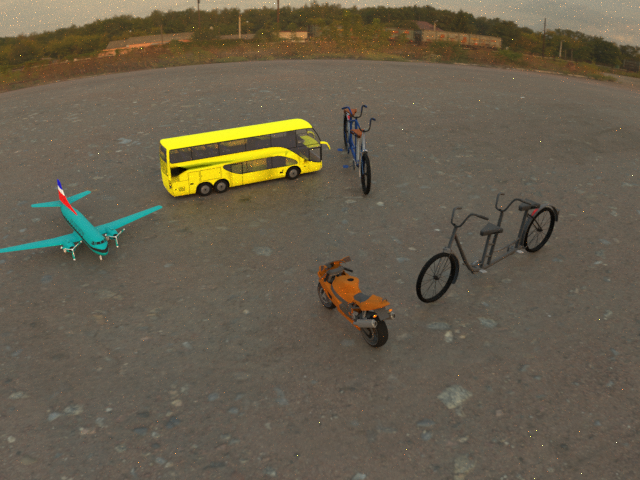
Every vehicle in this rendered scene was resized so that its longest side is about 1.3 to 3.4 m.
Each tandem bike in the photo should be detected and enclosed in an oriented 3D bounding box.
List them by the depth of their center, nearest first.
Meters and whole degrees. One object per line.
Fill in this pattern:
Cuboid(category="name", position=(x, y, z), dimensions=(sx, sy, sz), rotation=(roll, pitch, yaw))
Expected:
Cuboid(category="tandem bike", position=(2.576, -0.062, 10.319), dimensions=(3.192, 1.326, 0.550), rotation=(-21, 35, -33))
Cuboid(category="tandem bike", position=(0.720, -2.034, 13.941), dimensions=(0.550, 1.326, 3.192), rotation=(-3, 29, -6))

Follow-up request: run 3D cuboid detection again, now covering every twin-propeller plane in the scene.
Cuboid(category="twin-propeller plane", position=(-3.890, -0.326, 11.362), dimensions=(2.663, 0.792, 2.129), rotation=(-19, 34, -31))

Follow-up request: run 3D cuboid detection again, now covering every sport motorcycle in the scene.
Cuboid(category="sport motorcycle", position=(0.416, 0.798, 9.267), dimensions=(0.506, 0.821, 1.520), rotation=(-18, 33, -29))

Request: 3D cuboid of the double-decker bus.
Cuboid(category="double-decker bus", position=(-1.421, -1.611, 13.451), dimensions=(3.251, 1.052, 0.756), rotation=(-13, 31, -22))
